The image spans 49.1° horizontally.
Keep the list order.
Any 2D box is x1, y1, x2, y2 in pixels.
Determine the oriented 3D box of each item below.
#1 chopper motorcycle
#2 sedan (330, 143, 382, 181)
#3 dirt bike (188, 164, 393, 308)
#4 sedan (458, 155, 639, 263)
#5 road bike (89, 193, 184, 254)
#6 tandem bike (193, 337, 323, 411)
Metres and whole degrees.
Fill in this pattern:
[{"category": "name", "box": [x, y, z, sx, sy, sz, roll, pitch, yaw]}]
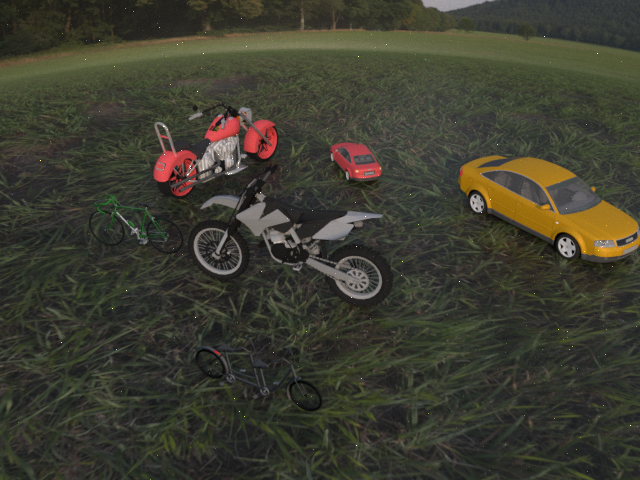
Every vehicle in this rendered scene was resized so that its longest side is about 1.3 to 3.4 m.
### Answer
[{"category": "chopper motorcycle", "box": [-1.775, -1.769, 12.504, 0.906, 1.480, 3.040, 19, 34, 30]}, {"category": "sedan", "box": [0.651, -1.545, 13.130, 0.635, 0.483, 1.613, -8, 30, -15]}, {"category": "dirt bike", "box": [-0.451, -0.014, 9.127, 2.903, 1.666, 1.024, 9, 30, 16]}, {"category": "sedan", "box": [3.548, -0.647, 11.029, 1.235, 0.940, 3.137, -18, 34, -30]}, {"category": "road bike", "box": [-2.745, -0.230, 10.364, 1.545, 0.852, 0.358, 7, 30, 13]}, {"category": "tandem bike", "box": [-0.708, 1.395, 7.592, 1.642, 0.682, 0.283, 14, 32, 23]}]
